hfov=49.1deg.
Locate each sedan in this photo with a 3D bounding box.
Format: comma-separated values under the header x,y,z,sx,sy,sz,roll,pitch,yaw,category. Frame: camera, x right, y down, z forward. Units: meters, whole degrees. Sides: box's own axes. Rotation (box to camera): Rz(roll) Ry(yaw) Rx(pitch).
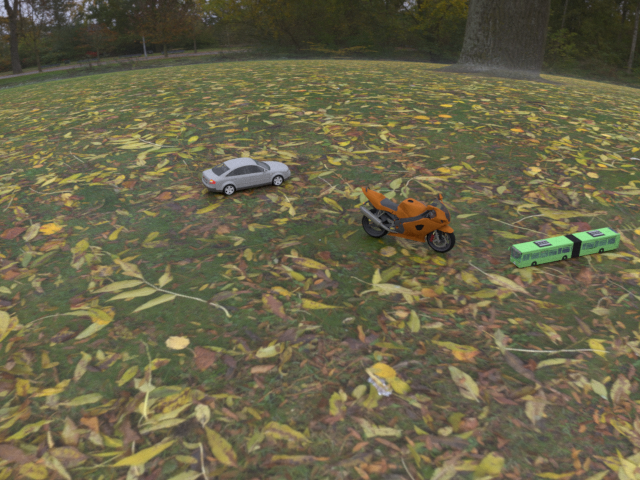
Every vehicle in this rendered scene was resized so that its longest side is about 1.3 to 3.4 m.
x,y,z,sx,sy,sz,roll,pitch,yaw,category
-1.301,-1.203,12.499,1.613,0.483,0.635,-13,30,-23,sedan

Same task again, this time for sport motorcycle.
x,y,z,sx,sy,sz,roll,pitch,yaw,category
1.298,-0.307,10.415,1.520,0.821,0.506,14,31,25,sport motorcycle

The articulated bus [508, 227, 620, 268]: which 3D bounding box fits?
x,y,z,sx,sy,sz,roll,pitch,yaw,category
3.576,0.103,10.204,1.749,0.289,0.311,-9,29,-18,articulated bus
